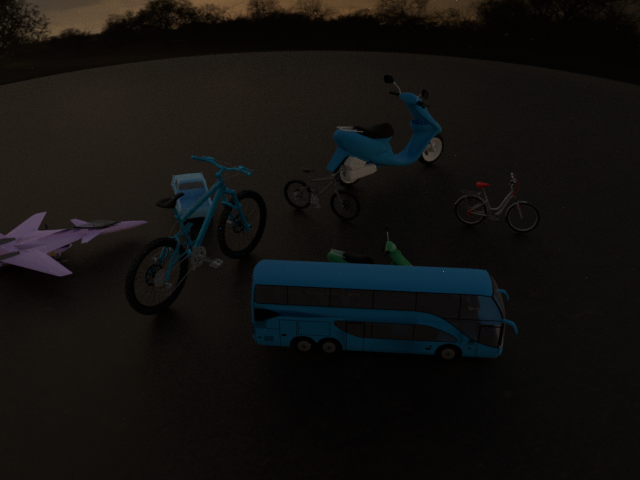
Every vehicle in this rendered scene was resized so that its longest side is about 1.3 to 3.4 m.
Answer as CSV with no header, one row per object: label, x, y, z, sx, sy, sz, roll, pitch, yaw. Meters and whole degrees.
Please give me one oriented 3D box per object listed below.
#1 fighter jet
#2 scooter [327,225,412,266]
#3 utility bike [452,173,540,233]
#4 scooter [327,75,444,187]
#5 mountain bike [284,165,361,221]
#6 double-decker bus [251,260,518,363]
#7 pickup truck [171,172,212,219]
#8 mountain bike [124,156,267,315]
fighter jet,-4.042,-0.143,11.064,2.640,0.557,2.229,-15,33,-24
scooter,0.735,0.328,9.870,1.399,0.919,0.662,5,30,8
utility bike,2.914,-0.636,11.539,1.435,0.946,0.535,9,31,15
scooter,1.320,-2.038,13.154,2.721,1.786,1.288,-17,34,-28
mountain bike,0.020,-0.824,11.948,1.469,0.868,0.573,14,33,24
double-decker bus,0.767,0.873,8.777,3.251,1.052,0.756,2,30,4
pickup truck,-2.253,-0.817,12.297,0.640,0.511,1.603,-8,30,-13
mountain bike,-1.675,-0.131,9.901,1.114,1.688,2.857,19,35,29
